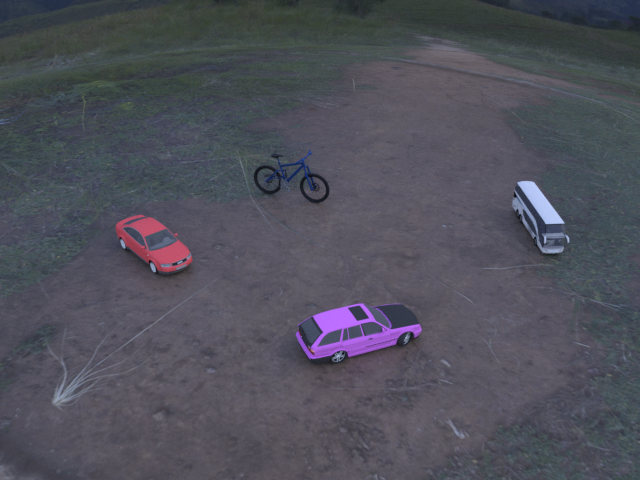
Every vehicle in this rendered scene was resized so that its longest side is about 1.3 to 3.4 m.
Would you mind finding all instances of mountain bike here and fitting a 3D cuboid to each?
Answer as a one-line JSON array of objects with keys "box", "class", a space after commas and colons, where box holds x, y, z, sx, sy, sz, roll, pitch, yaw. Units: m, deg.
[{"box": [-0.517, -1.131, 12.377, 1.469, 0.868, 0.573, 12, 32, 19], "class": "mountain bike"}]

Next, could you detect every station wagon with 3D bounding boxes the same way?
[{"box": [0.517, 1.111, 8.951, 1.597, 0.473, 0.682, -11, 32, -19], "class": "station wagon"}]

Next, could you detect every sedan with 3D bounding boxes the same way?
[{"box": [-2.578, 0.012, 10.812, 0.635, 0.483, 1.613, -24, 38, -35], "class": "sedan"}]

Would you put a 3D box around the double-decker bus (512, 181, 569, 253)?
[{"box": [3.561, -0.371, 11.407, 0.389, 0.541, 1.672, -2, 30, -3], "class": "double-decker bus"}]
